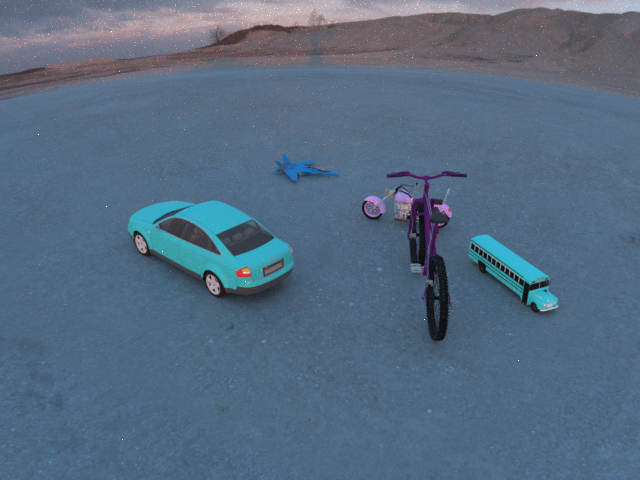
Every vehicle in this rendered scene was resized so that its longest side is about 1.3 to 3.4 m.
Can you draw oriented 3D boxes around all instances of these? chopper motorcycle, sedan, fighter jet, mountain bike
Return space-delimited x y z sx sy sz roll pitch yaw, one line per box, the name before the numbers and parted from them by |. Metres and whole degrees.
chopper motorcycle | 1.479 -0.627 11.931 1.563 0.761 0.466 10 29 19
sedan | -1.756 -0.075 10.669 3.137 0.940 1.235 23 35 37
fighter jet | -0.213 -1.457 14.055 1.358 0.286 1.147 9 29 16
mountain bike | 1.482 0.066 9.582 1.114 1.688 2.857 0 27 -1

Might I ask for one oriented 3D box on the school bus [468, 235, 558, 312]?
school bus | 2.796 0.469 10.167 0.365 0.434 1.708 -12 30 -21
